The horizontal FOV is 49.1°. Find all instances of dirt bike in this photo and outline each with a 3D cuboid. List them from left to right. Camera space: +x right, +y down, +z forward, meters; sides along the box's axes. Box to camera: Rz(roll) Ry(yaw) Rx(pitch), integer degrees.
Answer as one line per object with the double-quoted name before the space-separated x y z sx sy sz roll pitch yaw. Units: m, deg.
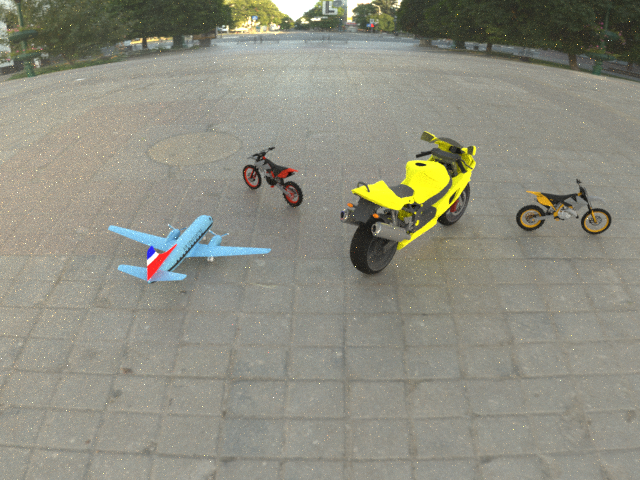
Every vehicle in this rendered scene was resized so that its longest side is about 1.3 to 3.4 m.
"dirt bike" -0.863 -1.138 12.363 1.493 0.857 0.527 24 38 35
"dirt bike" 3.942 -0.500 11.249 1.493 0.857 0.527 4 30 7

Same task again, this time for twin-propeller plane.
"twin-propeller plane" -2.059 0.020 10.406 2.663 0.792 2.129 8 31 14

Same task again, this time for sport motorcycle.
"sport motorcycle" 1.458 -0.588 10.659 0.983 1.596 2.955 25 38 36
